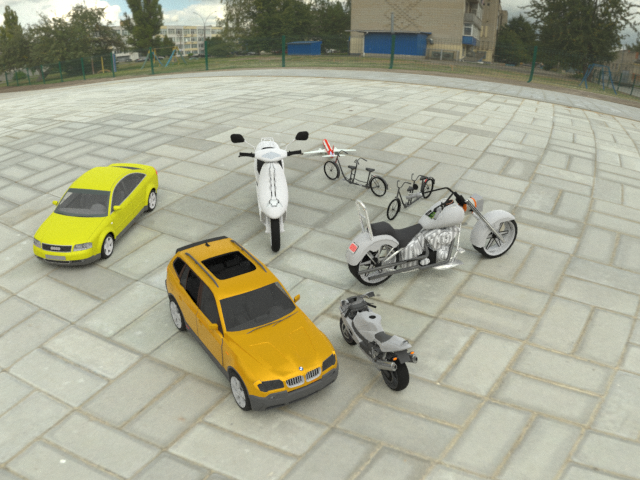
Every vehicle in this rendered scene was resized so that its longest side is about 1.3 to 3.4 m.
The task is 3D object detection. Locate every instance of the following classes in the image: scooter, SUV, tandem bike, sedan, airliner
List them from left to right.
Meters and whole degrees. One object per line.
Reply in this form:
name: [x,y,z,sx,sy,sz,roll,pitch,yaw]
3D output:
sedan: [-3.804,-0.610,12.078,1.235,0.940,3.137,5,28,9]
SUV: [-0.978,0.934,8.973,1.276,1.128,3.058,-17,32,-28]
scooter: [-0.856,-1.111,12.118,1.288,1.786,2.721,-3,28,-6]
airliner: [0.194,-2.086,15.396,1.161,0.429,1.307,-4,28,-8]
tandem bike: [0.682,-1.329,13.705,1.642,0.682,0.283,23,36,37]
tandem bike: [1.698,-0.894,12.887,0.283,0.682,1.642,20,34,33]

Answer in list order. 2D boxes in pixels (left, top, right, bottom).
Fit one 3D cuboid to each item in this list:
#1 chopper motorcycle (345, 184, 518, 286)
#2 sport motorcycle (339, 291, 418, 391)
chopper motorcycle: [1.786,-0.173,10.681,3.040,1.480,0.906,-13,31,-22]
sport motorcycle: [0.661,1.230,8.744,0.506,0.821,1.520,-15,31,-25]
